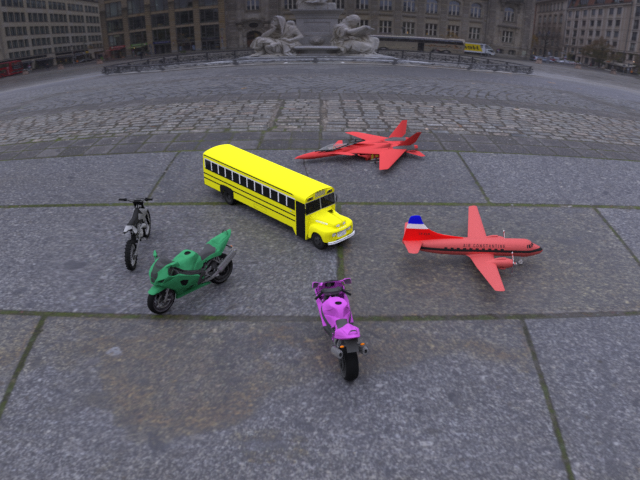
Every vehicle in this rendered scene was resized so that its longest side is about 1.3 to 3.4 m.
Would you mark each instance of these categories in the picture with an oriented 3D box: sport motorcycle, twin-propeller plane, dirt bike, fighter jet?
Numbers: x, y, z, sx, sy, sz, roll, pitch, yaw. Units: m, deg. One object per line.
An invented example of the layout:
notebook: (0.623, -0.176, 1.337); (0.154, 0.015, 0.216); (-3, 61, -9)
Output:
sport motorcycle: (0.230, 1.048, 8.635); (0.506, 0.821, 1.520); (-6, 29, -11)
twin-propeller plane: (2.316, 0.003, 10.594); (2.129, 0.792, 2.663); (1, 28, 3)
sport motorcycle: (-1.796, 0.433, 9.770); (0.506, 0.821, 1.520); (23, 36, 36)
dirt bike: (-2.849, -0.191, 10.884); (0.527, 0.857, 1.493); (0, 28, 0)
fighter jet: (0.750, -1.984, 14.506); (2.640, 0.557, 2.229); (-8, 29, -14)

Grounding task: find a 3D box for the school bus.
school bus: (-0.766, -0.802, 12.023); (0.709, 0.844, 3.322); (-25, 37, -38)
